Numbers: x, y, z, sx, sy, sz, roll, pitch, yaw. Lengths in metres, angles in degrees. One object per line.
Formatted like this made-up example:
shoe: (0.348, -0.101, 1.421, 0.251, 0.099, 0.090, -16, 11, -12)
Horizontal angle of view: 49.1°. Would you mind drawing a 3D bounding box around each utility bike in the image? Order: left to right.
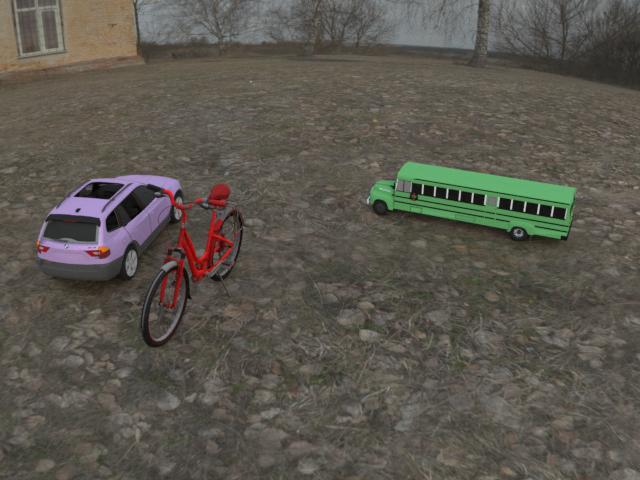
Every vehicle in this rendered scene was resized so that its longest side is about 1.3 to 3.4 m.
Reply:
utility bike: (-1.472, 0.074, 8.953, 1.039, 1.839, 2.791, 9, 29, 17)

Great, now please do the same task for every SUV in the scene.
SUV: (-3.102, -0.408, 10.647, 1.276, 1.128, 3.058, 5, 28, 9)

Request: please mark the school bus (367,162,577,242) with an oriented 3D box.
school bus: (2.398, -0.665, 11.448, 3.322, 0.844, 0.709, 12, 30, 22)
